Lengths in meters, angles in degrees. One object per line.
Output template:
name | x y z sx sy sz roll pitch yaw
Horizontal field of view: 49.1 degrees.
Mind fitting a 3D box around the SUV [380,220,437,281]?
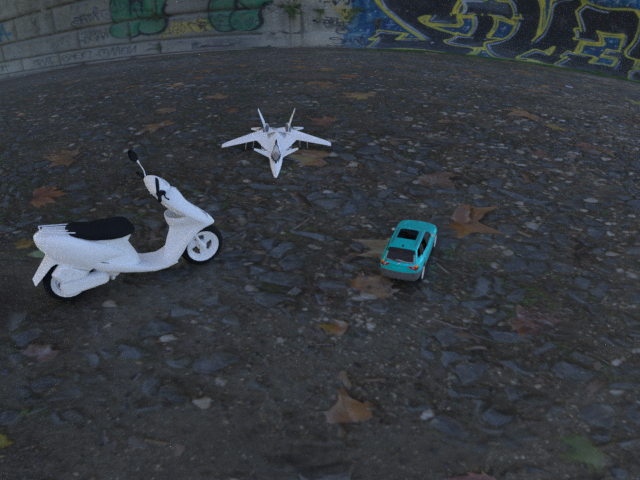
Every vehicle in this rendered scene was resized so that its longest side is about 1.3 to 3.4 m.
SUV | 1.354 0.064 10.558 0.656 0.580 1.572 10 31 16

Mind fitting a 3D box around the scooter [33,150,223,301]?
scooter | -2.664 -0.171 9.757 2.721 1.786 1.288 -16 34 -25

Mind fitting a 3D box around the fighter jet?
fighter jet | -0.881 -1.965 14.098 2.229 0.557 2.640 -1 30 -2
